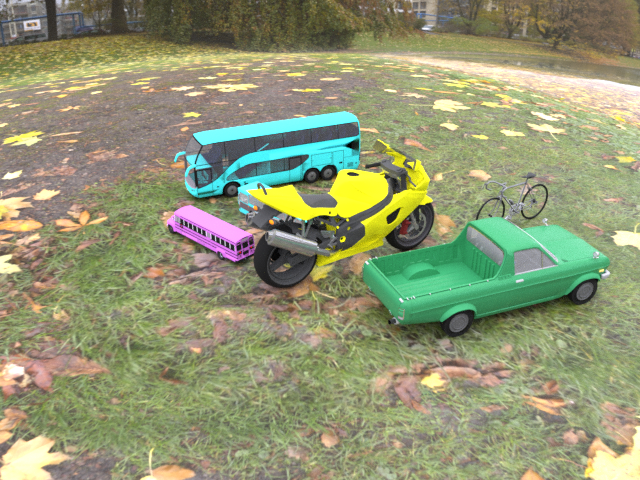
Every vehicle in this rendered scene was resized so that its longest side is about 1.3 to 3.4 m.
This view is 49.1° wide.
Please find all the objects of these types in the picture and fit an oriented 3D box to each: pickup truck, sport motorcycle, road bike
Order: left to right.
[{"bbox_3d":[0.386,-0.332,9.478,2.955,1.596,0.983,-16,32,-27],"label":"sport motorcycle"},{"bbox_3d":[2.129,0.337,8.869,3.117,0.993,1.244,-11,30,-19],"label":"pickup truck"},{"bbox_3d":[2.983,-0.598,10.764,1.545,0.852,0.358,-17,32,-28],"label":"road bike"}]

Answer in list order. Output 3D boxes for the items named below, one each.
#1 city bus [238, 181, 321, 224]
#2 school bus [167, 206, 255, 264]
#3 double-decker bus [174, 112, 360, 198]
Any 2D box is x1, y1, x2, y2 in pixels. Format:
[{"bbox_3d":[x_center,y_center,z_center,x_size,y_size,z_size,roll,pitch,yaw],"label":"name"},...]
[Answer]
[{"bbox_3d":[-0.605,-0.404,10.815,0.476,0.460,1.674,-23,36,-36],"label":"city bus"},{"bbox_3d":[-1.653,-0.120,10.312,1.708,0.434,0.365,24,36,37],"label":"school bus"},{"bbox_3d":[-0.847,-1.489,12.213,3.251,1.052,0.756,-12,30,-21],"label":"double-decker bus"}]
